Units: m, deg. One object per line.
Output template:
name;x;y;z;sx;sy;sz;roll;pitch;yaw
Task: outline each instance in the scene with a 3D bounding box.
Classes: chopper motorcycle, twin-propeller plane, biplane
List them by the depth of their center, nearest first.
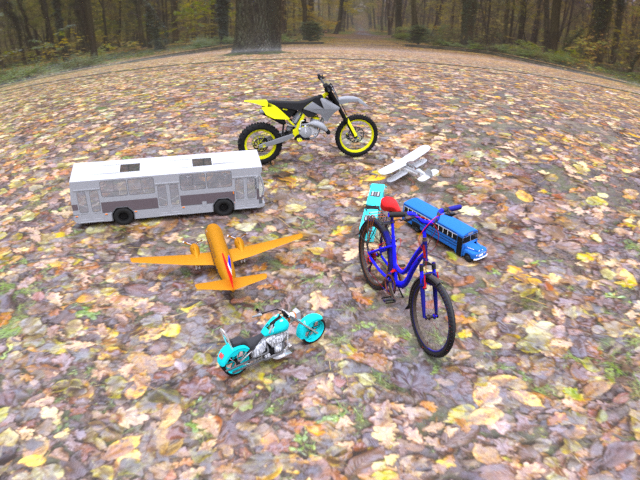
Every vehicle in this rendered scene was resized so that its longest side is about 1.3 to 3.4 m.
chopper motorcycle;-0.590;1.183;8.835;1.563;0.761;0.466;-20;36;-31
twin-propeller plane;-1.500;0.152;10.585;2.663;0.792;2.129;-8;31;-14
biplane;1.748;-1.373;13.506;1.336;0.504;1.090;-23;37;-34

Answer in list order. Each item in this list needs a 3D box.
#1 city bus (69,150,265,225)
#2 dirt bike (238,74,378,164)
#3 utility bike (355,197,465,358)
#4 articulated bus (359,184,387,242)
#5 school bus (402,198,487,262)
city bus;-2.642;-0.914;12.325;3.255;0.894;0.926;-6;31;-10
dirt bike;-0.227;-2.371;14.071;2.903;1.666;1.024;-6;31;-10
utility bike;1.194;0.211;9.438;1.039;1.839;2.791;-11;32;-19
articulated bus;0.918;-0.500;12.214;0.311;0.289;1.749;5;30;9
school bus;2.044;-0.179;11.513;0.365;0.434;1.708;-20;35;-30
